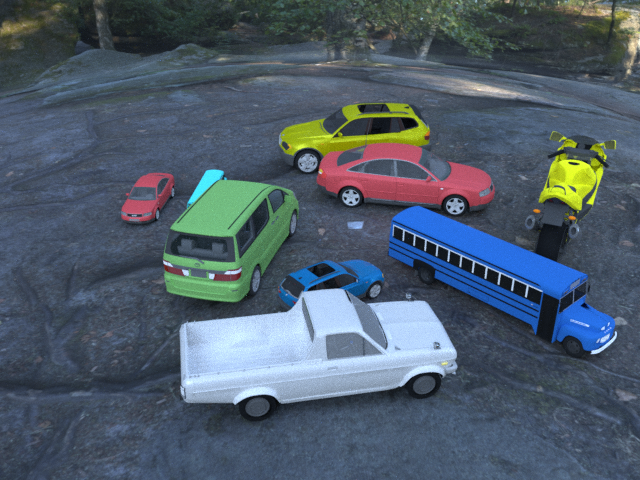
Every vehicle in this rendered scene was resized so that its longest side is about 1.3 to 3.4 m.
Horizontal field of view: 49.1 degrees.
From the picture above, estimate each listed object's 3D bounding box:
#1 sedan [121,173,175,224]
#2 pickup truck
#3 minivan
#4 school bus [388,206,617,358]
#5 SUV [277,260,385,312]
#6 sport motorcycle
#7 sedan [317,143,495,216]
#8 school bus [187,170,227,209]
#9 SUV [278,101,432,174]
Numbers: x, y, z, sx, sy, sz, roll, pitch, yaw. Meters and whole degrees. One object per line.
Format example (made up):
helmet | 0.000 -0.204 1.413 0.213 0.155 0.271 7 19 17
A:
sedan | -2.986 -0.788 12.182 0.635 0.483 1.613 2 28 4
pickup truck | -0.040 1.186 7.946 3.117 0.993 1.244 -5 29 -10
minivan | -1.210 -0.227 10.374 1.324 1.197 3.011 7 29 13
school bus | 2.370 0.475 9.434 0.709 0.844 3.322 -23 36 -37
SUV | 0.168 0.585 9.509 1.572 0.580 0.656 -19 34 -32
sport motorcycle | 3.746 -0.592 10.634 0.983 1.596 2.955 13 31 23
sedan | 1.509 -1.156 12.386 3.137 0.940 1.235 6 29 10
school bus | -1.953 -0.816 12.286 0.365 0.434 1.708 2 28 4
SUV | 0.690 -2.096 13.945 3.058 1.128 1.276 -3 28 -5
